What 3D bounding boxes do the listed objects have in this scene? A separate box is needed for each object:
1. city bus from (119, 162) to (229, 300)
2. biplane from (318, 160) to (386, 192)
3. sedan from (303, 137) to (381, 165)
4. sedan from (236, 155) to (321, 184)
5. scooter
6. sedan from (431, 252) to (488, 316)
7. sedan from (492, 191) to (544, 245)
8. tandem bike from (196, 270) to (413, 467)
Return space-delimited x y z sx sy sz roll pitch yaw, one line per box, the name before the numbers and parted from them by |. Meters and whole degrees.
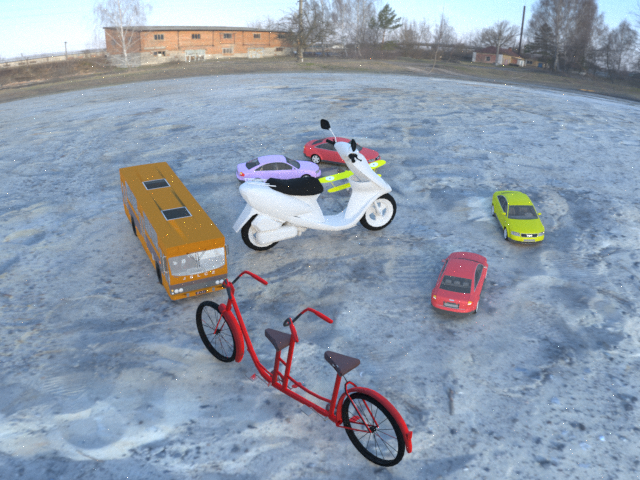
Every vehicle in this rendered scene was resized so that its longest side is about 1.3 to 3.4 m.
city bus | -2.280 -0.215 10.551 0.926 0.894 3.255 -12 29 -22
biplane | 0.650 -1.057 12.692 1.336 0.504 1.090 -10 28 -20
sedan | 0.446 -1.800 14.218 1.613 0.483 0.635 11 28 21
sedan | -0.782 -1.343 13.294 1.613 0.483 0.635 -5 27 -11
scooter | -0.021 -0.798 10.723 2.721 1.786 1.288 -10 28 -19
sedan | 1.929 0.507 9.556 0.635 0.483 1.613 9 28 18
sedan | 3.235 -0.434 11.457 0.635 0.483 1.613 0 26 1
tandem bike | -0.323 1.197 7.213 3.192 1.326 0.550 23 35 39
